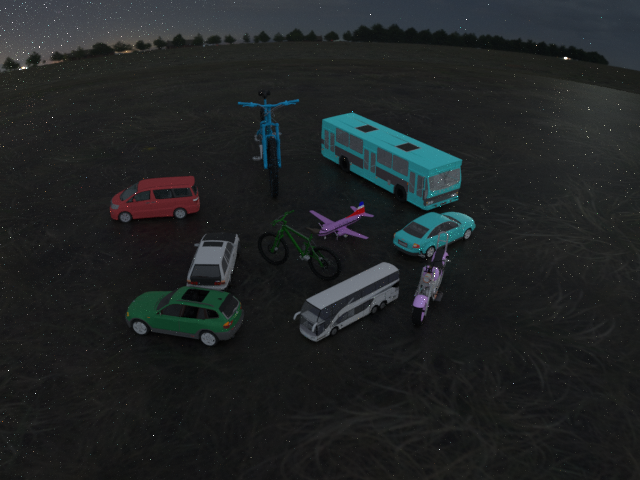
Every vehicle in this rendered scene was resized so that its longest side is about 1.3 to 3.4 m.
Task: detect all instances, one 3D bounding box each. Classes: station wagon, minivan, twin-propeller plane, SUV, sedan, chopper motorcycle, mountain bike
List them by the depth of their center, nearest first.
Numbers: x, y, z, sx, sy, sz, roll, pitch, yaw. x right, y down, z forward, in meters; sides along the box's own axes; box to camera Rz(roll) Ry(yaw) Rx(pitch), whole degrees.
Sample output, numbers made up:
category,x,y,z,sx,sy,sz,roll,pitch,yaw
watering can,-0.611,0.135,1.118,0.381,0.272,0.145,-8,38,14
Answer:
category,x,y,z,sx,sy,sz,roll,pitch,yaw
SUV,-1.801,0.933,9.286,1.572,0.580,0.656,7,29,13
chopper motorcycle,1.560,0.521,9.853,0.466,0.761,1.563,10,30,18
mountain bike,-0.324,0.103,10.508,1.469,0.868,0.573,15,32,26
station wagon,-1.605,0.248,10.655,0.682,0.473,1.597,1,29,1
sedan,1.894,-0.178,11.425,1.613,0.483,0.635,-22,35,-34
twin-propeller plane,0.373,-0.324,11.773,1.095,0.407,1.370,-24,37,-36
minivan,-2.913,-0.736,12.312,1.548,0.616,0.681,-4,29,-8
mountain bike,-1.008,-2.023,13.552,1.114,1.688,2.857,-4,29,-8

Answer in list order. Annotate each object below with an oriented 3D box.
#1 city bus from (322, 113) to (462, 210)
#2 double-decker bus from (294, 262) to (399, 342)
category,x,y,z,sx,sy,sz,roll,pitch,yaw
city bus,1.275,-1.549,13.511,0.926,0.894,3.255,-18,34,-30
double-decker bus,0.405,0.836,9.505,1.672,0.541,0.389,-23,36,-36
